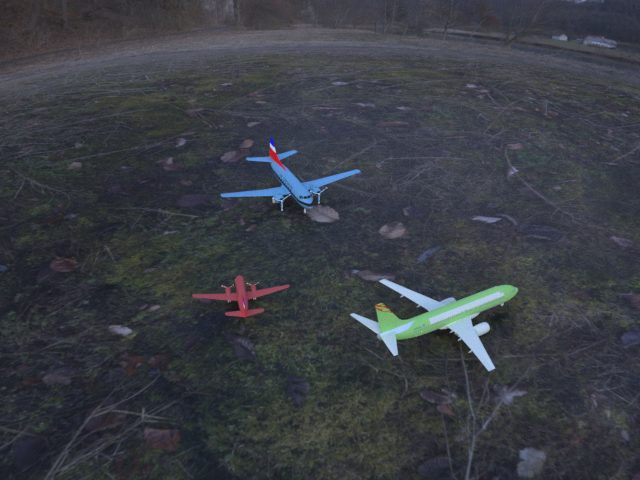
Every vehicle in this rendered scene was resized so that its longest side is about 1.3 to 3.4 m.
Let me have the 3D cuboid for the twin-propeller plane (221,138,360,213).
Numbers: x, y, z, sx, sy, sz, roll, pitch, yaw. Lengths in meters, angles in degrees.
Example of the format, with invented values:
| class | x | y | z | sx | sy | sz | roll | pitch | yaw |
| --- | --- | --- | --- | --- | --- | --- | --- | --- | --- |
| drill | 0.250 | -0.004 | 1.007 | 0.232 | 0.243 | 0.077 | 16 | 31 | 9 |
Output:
| class | x | y | z | sx | sy | sz | roll | pitch | yaw |
| --- | --- | --- | --- | --- | --- | --- | --- | --- | --- |
| twin-propeller plane | -0.562 | -1.167 | 12.675 | 2.663 | 0.792 | 2.129 | -12 | 32 | -20 |

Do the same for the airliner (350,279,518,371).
| class | x | y | z | sx | sy | sz | roll | pitch | yaw |
| --- | --- | --- | --- | --- | --- | --- | --- | --- | --- |
| airliner | 1.716 | 0.827 | 9.233 | 2.541 | 0.835 | 2.257 | -17 | 34 | -27 |

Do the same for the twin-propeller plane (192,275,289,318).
| class | x | y | z | sx | sy | sz | roll | pitch | yaw |
| --- | --- | --- | --- | --- | --- | --- | --- | --- | --- |
| twin-propeller plane | -1.096 | 0.739 | 9.805 | 1.370 | 0.407 | 1.095 | -5 | 31 | -9 |
